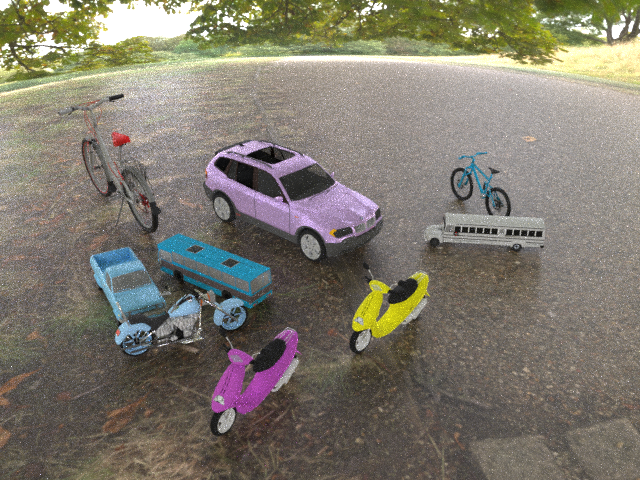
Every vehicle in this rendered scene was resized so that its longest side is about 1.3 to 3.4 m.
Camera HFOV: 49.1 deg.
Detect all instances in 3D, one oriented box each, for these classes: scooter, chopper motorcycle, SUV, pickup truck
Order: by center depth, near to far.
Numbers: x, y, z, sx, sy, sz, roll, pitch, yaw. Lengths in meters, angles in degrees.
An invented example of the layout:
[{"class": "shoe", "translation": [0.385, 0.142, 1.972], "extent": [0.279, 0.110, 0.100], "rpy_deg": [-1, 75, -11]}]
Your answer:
[{"class": "scooter", "translation": [-0.642, 1.300, 7.105], "extent": [0.662, 0.919, 1.399], "rpy_deg": [18, 33, 31]}, {"class": "chopper motorcycle", "translation": [-1.585, 0.870, 8.081], "extent": [1.563, 0.761, 0.466], "rpy_deg": [-14, 31, -24]}, {"class": "scooter", "translation": [0.841, 0.708, 8.218], "extent": [1.399, 0.919, 0.662], "rpy_deg": [-25, 37, -38]}, {"class": "pickup truck", "translation": [-2.488, 0.529, 8.991], "extent": [0.640, 0.511, 1.603], "rpy_deg": [-15, 31, -25]}, {"class": "SUV", "translation": [-0.472, -0.705, 10.652], "extent": [3.058, 1.128, 1.276], "rpy_deg": [23, 36, 36]}]

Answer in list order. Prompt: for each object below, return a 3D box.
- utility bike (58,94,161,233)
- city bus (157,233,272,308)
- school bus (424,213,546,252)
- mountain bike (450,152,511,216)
[{"class": "utility bike", "translation": [-3.268, -1.200, 10.827], "extent": [1.039, 1.839, 2.791], "rpy_deg": [-20, 34, -33]}, {"class": "city bus", "translation": [-1.413, 0.408, 9.272], "extent": [1.674, 0.460, 0.476], "rpy_deg": [19, 33, 31]}, {"class": "school bus", "translation": [2.408, -0.128, 10.307], "extent": [1.708, 0.434, 0.365], "rpy_deg": [3, 28, 6]}, {"class": "mountain bike", "translation": [2.579, -0.879, 11.258], "extent": [0.573, 0.868, 1.469], "rpy_deg": [-14, 31, -24]}]
